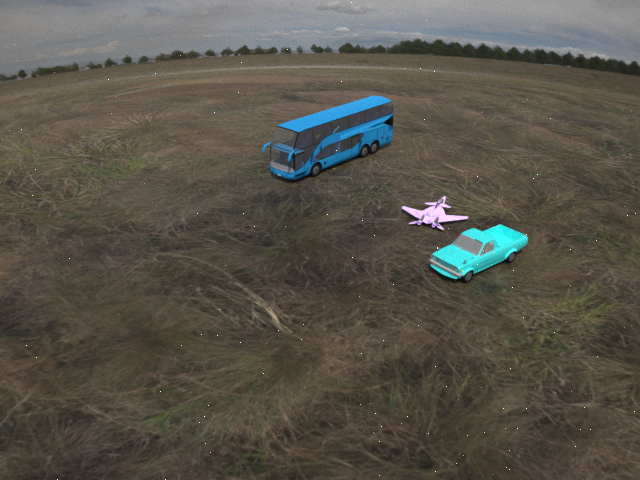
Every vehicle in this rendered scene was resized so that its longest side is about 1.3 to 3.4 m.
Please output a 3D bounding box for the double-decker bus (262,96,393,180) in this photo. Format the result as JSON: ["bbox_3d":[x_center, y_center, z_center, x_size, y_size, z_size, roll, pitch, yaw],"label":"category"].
[{"bbox_3d":[0.268,-2.084,14.175,0.756,1.052,3.251,23,35,38],"label":"double-decker bus"}]

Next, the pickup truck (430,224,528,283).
[{"bbox_3d":[2.379,0.121,10.400,1.603,0.511,0.640,-19,33,-33],"label":"pickup truck"}]

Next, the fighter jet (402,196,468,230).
[{"bbox_3d":[2.003,-0.581,12.043,1.147,0.286,1.358,11,29,20],"label":"fighter jet"}]
